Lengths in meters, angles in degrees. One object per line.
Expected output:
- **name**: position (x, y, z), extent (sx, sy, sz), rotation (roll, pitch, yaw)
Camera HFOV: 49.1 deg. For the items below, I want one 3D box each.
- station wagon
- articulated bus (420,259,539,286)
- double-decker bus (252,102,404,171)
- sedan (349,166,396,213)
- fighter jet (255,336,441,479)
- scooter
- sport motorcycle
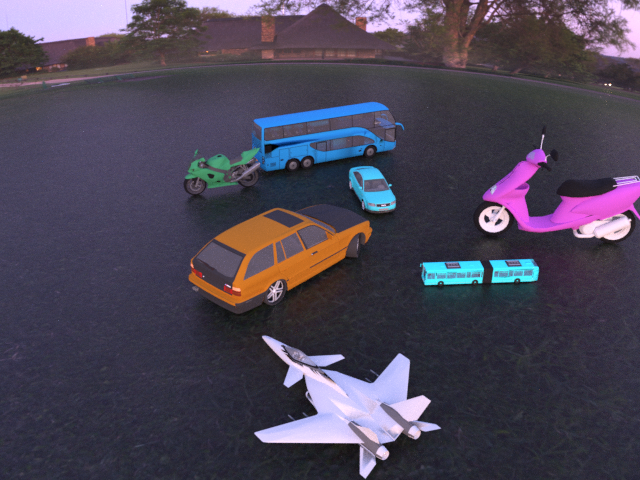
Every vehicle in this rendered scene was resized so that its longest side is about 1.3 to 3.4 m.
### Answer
- **station wagon**: position (-0.499, 0.043, 10.747), extent (1.327, 0.920, 3.105), rotation (24, 37, 36)
- **articulated bus**: position (2.408, 0.486, 10.596), extent (1.749, 0.289, 0.311), rotation (-2, 29, -3)
- **double-decker bus**: position (0.174, -2.192, 14.704), extent (3.251, 1.052, 0.756), rotation (-13, 31, -22)
- **sedan**: position (0.973, -1.004, 13.121), extent (0.635, 0.483, 1.613), rotation (-6, 29, -10)
- **fighter jet**: position (0.073, 1.607, 8.262), extent (2.229, 0.557, 2.640), rotation (-21, 35, -34)
- **scooter**: position (3.936, -0.803, 11.392), extent (2.721, 1.786, 1.288), rotation (4, 29, 7)
- **sport motorcycle**: position (-1.863, -1.318, 13.343), extent (1.520, 0.821, 0.506), rotation (-11, 30, -19)
